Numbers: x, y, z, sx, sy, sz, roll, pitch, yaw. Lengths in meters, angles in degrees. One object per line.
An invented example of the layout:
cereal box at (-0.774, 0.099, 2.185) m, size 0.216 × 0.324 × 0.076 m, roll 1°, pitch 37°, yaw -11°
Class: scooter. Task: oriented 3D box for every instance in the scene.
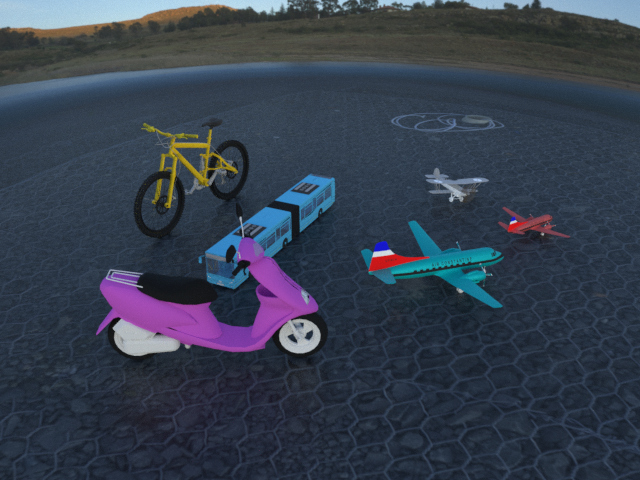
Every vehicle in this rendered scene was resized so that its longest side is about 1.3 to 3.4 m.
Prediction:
scooter at (-1.263, 0.627, 8.089) m, size 2.721 × 1.786 × 1.288 m, roll -1°, pitch 27°, yaw -1°

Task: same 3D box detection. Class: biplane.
biplane at (2.388, -1.004, 12.691) m, size 1.336 × 0.504 × 1.090 m, roll -13°, pitch 30°, yaw -24°

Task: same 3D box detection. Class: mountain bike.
mountain bike at (-2.096, -1.180, 11.735) m, size 1.114 × 1.688 × 2.857 m, roll 16°, pitch 31°, yaw 28°

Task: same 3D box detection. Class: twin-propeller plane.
twin-propeller plane at (3.446, -0.302, 11.425) m, size 1.095 × 0.407 × 1.370 m, roll -17°, pitch 32°, yaw -30°
twin-propeller plane at (1.682, 0.253, 9.914) m, size 2.129 × 0.792 × 2.663 m, roll -8°, pitch 28°, yaw -16°

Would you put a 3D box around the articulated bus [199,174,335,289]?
articulated bus at (-0.688, -0.238, 11.130) m, size 0.605 × 0.561 × 3.401 m, roll 13°, pitch 30°, yaw 23°
